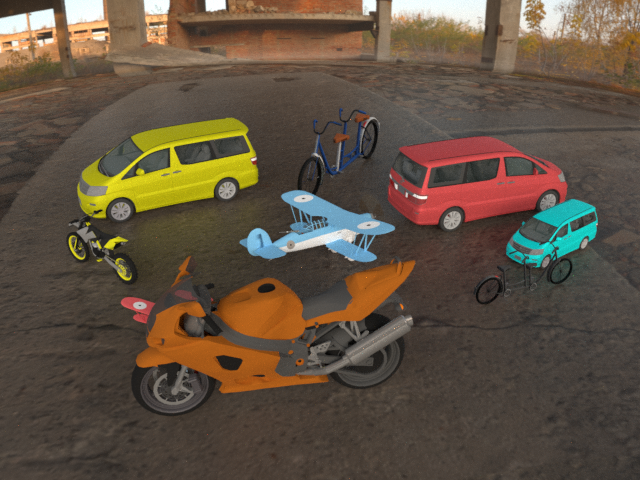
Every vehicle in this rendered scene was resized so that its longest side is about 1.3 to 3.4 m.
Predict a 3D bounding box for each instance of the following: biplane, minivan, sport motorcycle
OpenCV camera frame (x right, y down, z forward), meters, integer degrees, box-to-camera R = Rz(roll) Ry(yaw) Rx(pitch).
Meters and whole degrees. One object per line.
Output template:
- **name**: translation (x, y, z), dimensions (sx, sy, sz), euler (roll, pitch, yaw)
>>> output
- **biplane**: translation (-0.087, -0.096, 9.955), dimensions (2.120, 0.981, 2.598), euler (-16, 31, -28)
- **minivan**: translation (3.446, -0.106, 10.369), dimensions (1.548, 0.616, 0.681), euler (-20, 33, -33)
- **minivan**: translation (2.655, -1.034, 11.524), dimensions (3.011, 1.197, 1.324), euler (-10, 29, -19)
- **biplane**: translation (-1.676, 0.932, 8.492), dimensions (1.336, 0.504, 1.090), euler (6, 28, 11)
- **minivan**: translation (-2.598, -1.243, 11.926), dimensions (3.011, 1.197, 1.324), euler (-14, 30, -24)
- **sport motorcycle**: translation (-0.465, 0.992, 7.192), dimensions (2.955, 1.596, 0.983), euler (-6, 28, -12)

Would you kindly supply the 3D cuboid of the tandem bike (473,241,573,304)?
- **tandem bike**: translation (2.726, 0.425, 9.276), dimensions (1.642, 0.682, 0.283), euler (-12, 30, -22)

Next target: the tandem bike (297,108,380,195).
- **tandem bike**: translation (0.414, -1.761, 12.785), dimensions (0.550, 1.326, 3.192), euler (14, 31, 25)

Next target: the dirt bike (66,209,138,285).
- **dirt bike**: translation (-3.087, 0.081, 9.748), dimensions (1.493, 0.857, 0.527), euler (19, 33, 32)
